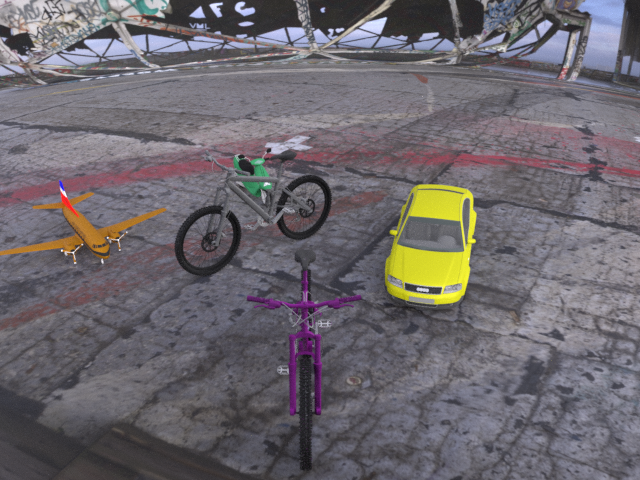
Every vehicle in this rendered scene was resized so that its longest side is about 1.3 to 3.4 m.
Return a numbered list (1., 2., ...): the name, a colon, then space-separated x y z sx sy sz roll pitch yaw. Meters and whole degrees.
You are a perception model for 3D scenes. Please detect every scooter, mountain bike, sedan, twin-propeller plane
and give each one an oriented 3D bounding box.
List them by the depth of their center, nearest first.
1. mountain bike: -0.161 1.050 7.633 1.114 1.688 2.857 0 28 -1
2. sedan: 1.712 -0.080 10.527 1.235 0.940 3.137 6 29 12
3. mountain bike: -0.938 -0.519 10.553 2.857 1.688 1.114 -21 35 -34
4. twin-propeller plane: -3.758 -0.281 11.057 2.663 0.792 2.129 -18 33 -30
5. scooter: -1.230 -1.220 12.671 0.662 0.919 1.399 -17 32 -28
